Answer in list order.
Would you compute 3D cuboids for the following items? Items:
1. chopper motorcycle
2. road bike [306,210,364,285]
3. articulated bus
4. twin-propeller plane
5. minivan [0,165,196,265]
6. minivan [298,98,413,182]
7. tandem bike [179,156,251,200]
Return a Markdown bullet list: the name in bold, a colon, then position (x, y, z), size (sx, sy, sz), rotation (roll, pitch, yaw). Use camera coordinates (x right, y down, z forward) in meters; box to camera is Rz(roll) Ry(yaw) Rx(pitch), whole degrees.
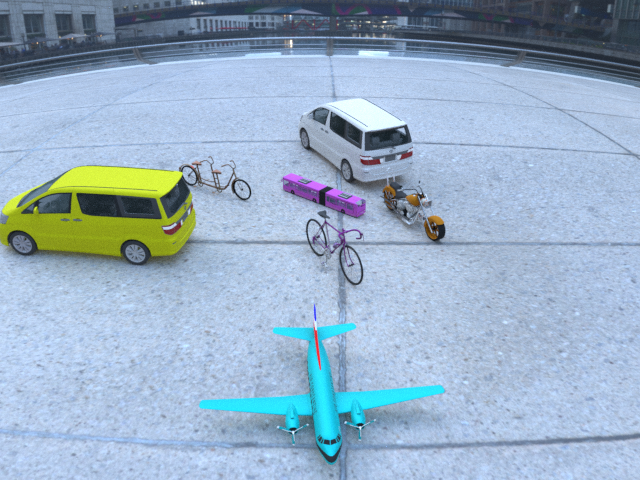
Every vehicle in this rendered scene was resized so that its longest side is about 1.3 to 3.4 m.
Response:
- **chopper motorcycle**: position (1.534, -0.598, 11.530), size (0.466, 0.761, 1.563), rotation (-16, 33, -26)
- **road bike**: position (0.194, 0.051, 10.296), size (0.358, 0.852, 1.545), rotation (-17, 34, -27)
- **articulated bus**: position (0.043, -0.806, 12.375), size (1.749, 0.289, 0.311), rotation (23, 37, 34)
- **twin-propeller plane**: position (0.019, 1.552, 7.713), size (2.663, 0.792, 2.129), rotation (-3, 30, -5)
- **minivan**: position (-3.507, -0.471, 10.865), size (3.011, 1.197, 1.324), rotation (4, 30, 8)
- **minivan**: position (0.612, -2.118, 13.766), size (1.324, 1.197, 3.011), rotation (-14, 32, -23)
- **tandem bike**: position (-1.914, -1.170, 12.618), size (1.642, 0.682, 0.283), rotation (16, 33, 26)
